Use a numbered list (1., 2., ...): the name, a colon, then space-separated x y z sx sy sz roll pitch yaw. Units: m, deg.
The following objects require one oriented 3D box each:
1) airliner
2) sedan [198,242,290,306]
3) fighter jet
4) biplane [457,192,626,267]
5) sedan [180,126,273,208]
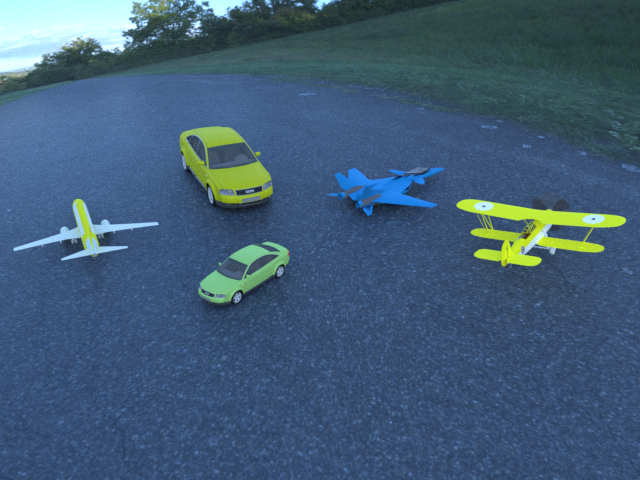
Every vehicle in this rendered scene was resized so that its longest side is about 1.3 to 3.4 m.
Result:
1. airliner: -3.860 -0.351 11.465 2.257 0.835 2.541 -12 30 -21
2. sedan: -1.113 0.437 10.372 0.635 0.483 1.613 20 34 33
3. fighter jet: 1.499 -1.196 13.326 2.640 0.557 2.229 -21 35 -34
4. biplane: 3.168 -0.065 10.780 2.598 0.981 2.120 19 33 31
5. sedan: -1.872 -1.558 13.594 1.235 0.940 3.137 -12 31 -21
